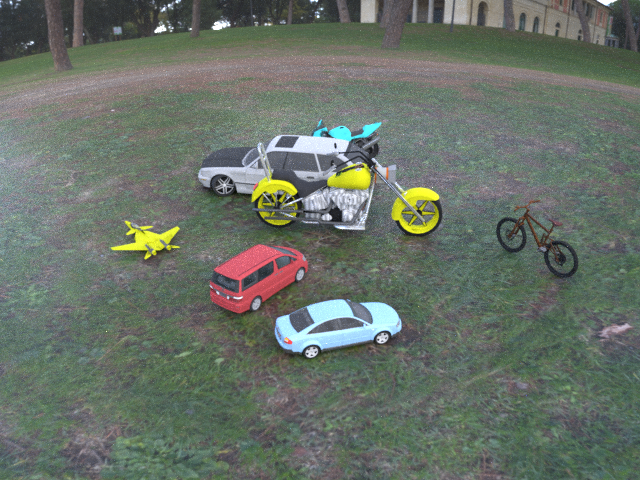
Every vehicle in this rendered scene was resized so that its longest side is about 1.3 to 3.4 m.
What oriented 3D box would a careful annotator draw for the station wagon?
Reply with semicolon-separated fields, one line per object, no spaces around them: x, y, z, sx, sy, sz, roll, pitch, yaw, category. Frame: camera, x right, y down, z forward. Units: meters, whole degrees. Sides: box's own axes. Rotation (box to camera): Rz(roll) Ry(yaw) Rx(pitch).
-0.650;-1.361;12.658;3.105;0.920;1.327;5;29;9;station wagon

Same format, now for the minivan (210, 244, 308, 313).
-0.813;0.432;9.704;0.681;0.616;1.548;20;35;32;minivan

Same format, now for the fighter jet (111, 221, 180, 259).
-2.808;-0.134;11.079;1.147;0.286;1.358;-21;35;-33;fighter jet

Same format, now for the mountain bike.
3.192;-0.039;10.300;0.573;0.868;1.469;-19;34;-31;mountain bike

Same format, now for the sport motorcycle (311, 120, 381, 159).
0.455;-1.922;13.785;1.520;0.821;0.506;-5;29;-9;sport motorcycle

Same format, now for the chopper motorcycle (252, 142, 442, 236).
0.421;-0.794;11.041;3.040;1.480;0.906;2;29;4;chopper motorcycle

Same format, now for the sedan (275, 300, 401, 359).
0.241;1.033;8.745;1.613;0.483;0.635;-9;30;-15;sedan
